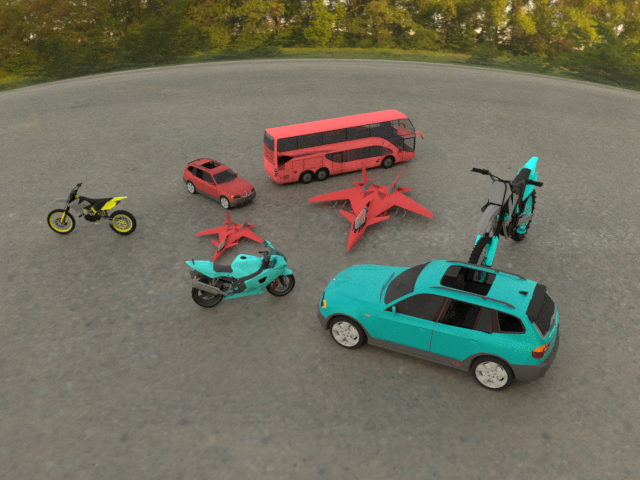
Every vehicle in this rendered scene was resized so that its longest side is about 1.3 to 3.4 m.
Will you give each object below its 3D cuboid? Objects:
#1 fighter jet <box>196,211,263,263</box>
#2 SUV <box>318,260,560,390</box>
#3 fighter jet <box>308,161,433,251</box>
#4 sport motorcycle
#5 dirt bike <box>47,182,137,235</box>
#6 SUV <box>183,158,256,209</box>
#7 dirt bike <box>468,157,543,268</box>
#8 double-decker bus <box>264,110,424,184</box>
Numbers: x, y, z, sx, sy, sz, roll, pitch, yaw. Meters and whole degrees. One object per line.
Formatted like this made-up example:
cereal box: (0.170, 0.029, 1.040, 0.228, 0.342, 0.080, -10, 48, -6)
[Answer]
fighter jet: (-1.520, -0.046, 11.421, 1.147, 0.286, 1.358, 6, 30, 11)
SUV: (1.479, 0.869, 8.920, 3.058, 1.128, 1.276, 13, 32, 22)
fighter jet: (0.819, -0.595, 12.128, 2.229, 0.557, 2.640, 8, 30, 14)
sport motorcycle: (-1.094, 0.516, 9.868, 1.520, 0.821, 0.506, -7, 30, -13)
dirt bike: (-3.806, -0.461, 11.580, 1.493, 0.857, 0.527, 0, 29, 1)
SUV: (-1.883, -1.084, 12.981, 1.572, 0.580, 0.656, 24, 37, 36)
dirt bike: (2.805, -0.336, 10.525, 1.024, 1.666, 2.903, 17, 33, 27)
double-decker bus: (0.477, -1.877, 13.917, 3.251, 1.052, 0.756, -13, 32, -21)
